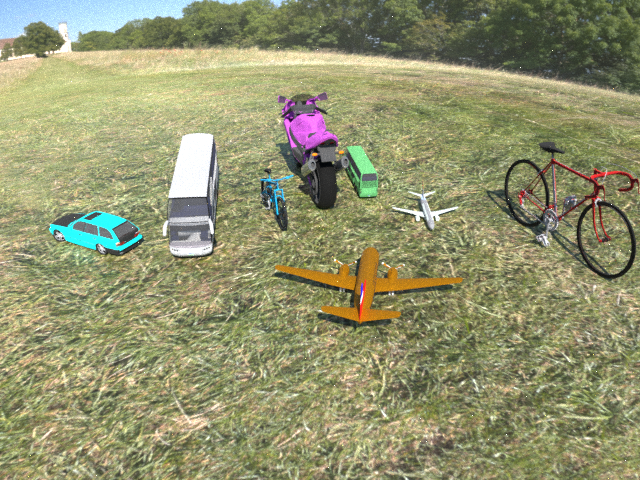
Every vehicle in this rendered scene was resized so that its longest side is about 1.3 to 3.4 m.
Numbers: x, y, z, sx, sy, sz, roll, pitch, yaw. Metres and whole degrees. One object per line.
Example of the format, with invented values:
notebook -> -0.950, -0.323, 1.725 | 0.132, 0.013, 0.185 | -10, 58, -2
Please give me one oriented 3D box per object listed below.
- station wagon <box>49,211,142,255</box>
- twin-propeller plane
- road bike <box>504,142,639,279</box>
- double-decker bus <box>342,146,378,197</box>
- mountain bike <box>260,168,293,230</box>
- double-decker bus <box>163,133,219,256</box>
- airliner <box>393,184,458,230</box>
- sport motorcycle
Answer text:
station wagon -> -3.688, -0.190, 11.406 | 1.597, 0.473, 0.682 | 14, 31, 25
twin-propeller plane -> 0.645, 0.506, 9.733 | 2.663, 0.792, 2.129 | 4, 28, 7
road bike -> 3.834, -0.613, 10.940 | 0.697, 1.656, 3.004 | -11, 30, -20
double-decker bus -> 0.776, -1.356, 13.561 | 0.389, 0.541, 1.672 | -4, 28, -8
mountain bike -> -0.806, -0.777, 12.102 | 0.573, 0.868, 1.469 | -10, 29, -18
double-decker bus -> -2.138, -0.821, 11.989 | 0.756, 1.052, 3.251 | -3, 28, -5
airliner -> 1.870, -0.593, 12.224 | 1.161, 0.429, 1.307 | 0, 28, -1
sport motorcycle -> -0.158, -1.763, 13.201 | 0.983, 1.596, 2.955 | -6, 28, -12
